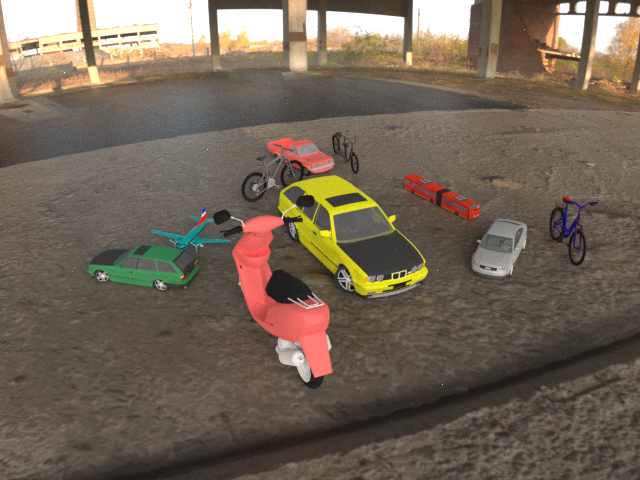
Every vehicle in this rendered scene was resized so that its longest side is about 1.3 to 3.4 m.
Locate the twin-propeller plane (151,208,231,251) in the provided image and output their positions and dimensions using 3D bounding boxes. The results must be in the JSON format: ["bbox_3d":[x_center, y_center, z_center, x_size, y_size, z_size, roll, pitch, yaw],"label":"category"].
[{"bbox_3d":[-2.036,-0.136,11.208,1.370,0.407,1.095,7,28,14],"label":"twin-propeller plane"}]

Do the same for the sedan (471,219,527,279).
[{"bbox_3d":[2.763,0.069,10.721,0.635,0.483,1.613,12,29,23],"label":"sedan"}]

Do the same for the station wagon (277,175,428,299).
[{"bbox_3d":[0.424,-0.186,10.739,1.327,0.920,3.105,-12,29,-23],"label":"station wagon"}]

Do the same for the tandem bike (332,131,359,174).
[{"bbox_3d":[0.513,-1.909,14.391,0.283,0.682,1.642,-8,28,-15],"label":"tandem bike"}]

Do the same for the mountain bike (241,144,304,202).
[{"bbox_3d":[-0.852,-1.233,12.856,1.469,0.868,0.573,-23,35,-37],"label":"mountain bike"}]

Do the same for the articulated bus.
[{"bbox_3d":[2.168,-0.797,12.638,0.311,0.289,1.749,-17,31,-30],"label":"articulated bus"}]

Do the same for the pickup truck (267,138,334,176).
[{"bbox_3d":[-0.416,-1.779,14.325,0.640,0.511,1.603,-20,33,-34],"label":"pickup truck"}]

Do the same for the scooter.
[{"bbox_3d":[-0.527,0.485,8.465,1.288,1.786,2.721,-12,29,-22],"label":"scooter"}]

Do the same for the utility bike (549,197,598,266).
[{"bbox_3d":[3.909,-0.263,10.863,0.535,0.946,1.435,-1,27,-3],"label":"utility bike"}]

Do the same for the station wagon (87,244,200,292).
[{"bbox_3d":[-2.590,0.344,10.189,1.597,0.473,0.682,7,28,13],"label":"station wagon"}]
